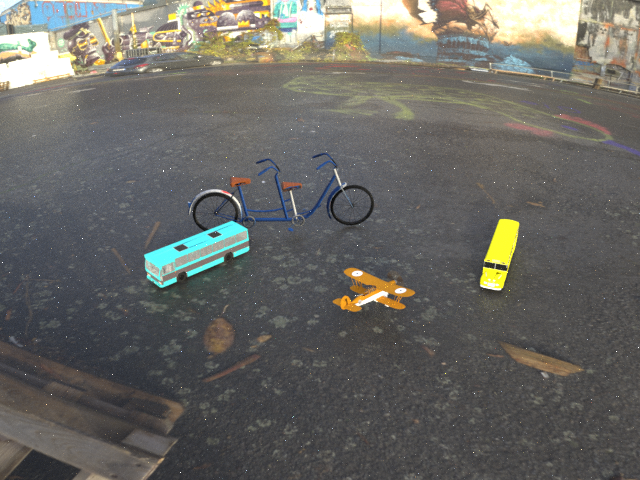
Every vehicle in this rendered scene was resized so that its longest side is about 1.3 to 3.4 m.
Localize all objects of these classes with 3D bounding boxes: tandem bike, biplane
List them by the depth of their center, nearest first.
[{"bbox_3d":[0.694,0.766,9.903,1.090,0.504,1.336,-21,35,-34],"label":"biplane"},{"bbox_3d":[-0.643,-0.764,11.869,3.192,1.326,0.550,-3,29,-6],"label":"tandem bike"}]

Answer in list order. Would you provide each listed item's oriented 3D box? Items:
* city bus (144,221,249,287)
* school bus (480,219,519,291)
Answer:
[{"bbox_3d":[-1.897,0.221,10.959,1.674,0.460,0.476,-24,37,-37],"label":"city bus"},{"bbox_3d":[2.826,0.223,10.981,0.365,0.434,1.708,10,30,19],"label":"school bus"}]
